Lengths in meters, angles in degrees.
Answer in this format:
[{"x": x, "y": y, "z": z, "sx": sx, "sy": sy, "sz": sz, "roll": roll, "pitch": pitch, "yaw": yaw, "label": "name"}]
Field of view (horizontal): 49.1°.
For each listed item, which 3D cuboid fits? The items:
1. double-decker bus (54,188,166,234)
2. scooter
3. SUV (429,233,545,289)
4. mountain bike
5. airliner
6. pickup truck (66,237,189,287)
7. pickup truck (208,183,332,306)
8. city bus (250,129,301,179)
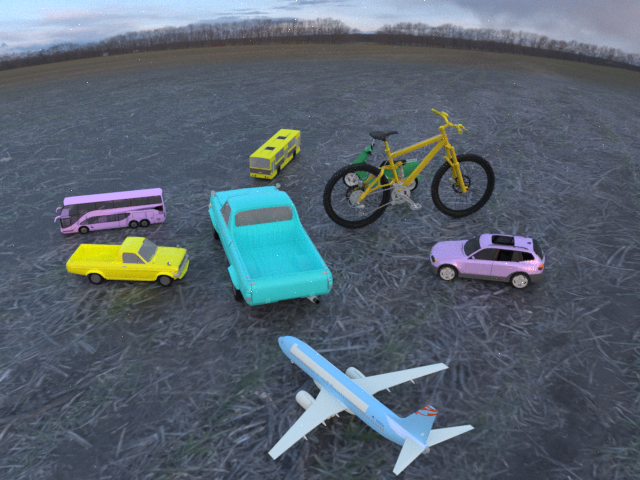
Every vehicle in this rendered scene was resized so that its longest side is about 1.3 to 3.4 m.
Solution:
[{"x": -3.296, "y": -0.454, "z": 11.040, "sx": 1.672, "sy": 0.541, "sz": 0.389, "roll": -7, "pitch": 28, "yaw": -13, "label": "double-decker bus"}, {"x": 1.092, "y": -1.305, "z": 12.276, "sx": 1.399, "sy": 0.919, "sz": 0.662, "roll": 5, "pitch": 28, "yaw": 9, "label": "scooter"}, {"x": 2.308, "y": 0.228, "z": 9.677, "sx": 1.572, "sy": 0.580, "sz": 0.656, "roll": 6, "pitch": 28, "yaw": 11, "label": "SUV"}, {"x": 1.437, "y": -1.037, "z": 10.919, "sx": 2.857, "sy": 1.688, "sz": 1.114, "roll": -6, "pitch": 28, "yaw": -12, "label": "mountain bike"}, {"x": 0.286, "y": 1.401, "z": 7.130, "sx": 2.257, "sy": 0.835, "sz": 2.541, "roll": -19, "pitch": 33, "yaw": -32, "label": "airliner"}, {"x": -2.648, "y": 0.262, "z": 9.687, "sx": 1.603, "sy": 0.511, "sz": 0.640, "roll": 2, "pitch": 27, "yaw": 3, "label": "pickup truck"}, {"x": -0.792, "y": -0.079, "z": 9.822, "sx": 1.244, "sy": 0.993, "sz": 3.117, "roll": -8, "pitch": 28, "yaw": -15, "label": "pickup truck"}, {"x": -0.835, "y": -1.646, "z": 13.435, "sx": 0.476, "sy": 0.460, "sz": 1.674, "roll": 8, "pitch": 28, "yaw": 16, "label": "city bus"}]
